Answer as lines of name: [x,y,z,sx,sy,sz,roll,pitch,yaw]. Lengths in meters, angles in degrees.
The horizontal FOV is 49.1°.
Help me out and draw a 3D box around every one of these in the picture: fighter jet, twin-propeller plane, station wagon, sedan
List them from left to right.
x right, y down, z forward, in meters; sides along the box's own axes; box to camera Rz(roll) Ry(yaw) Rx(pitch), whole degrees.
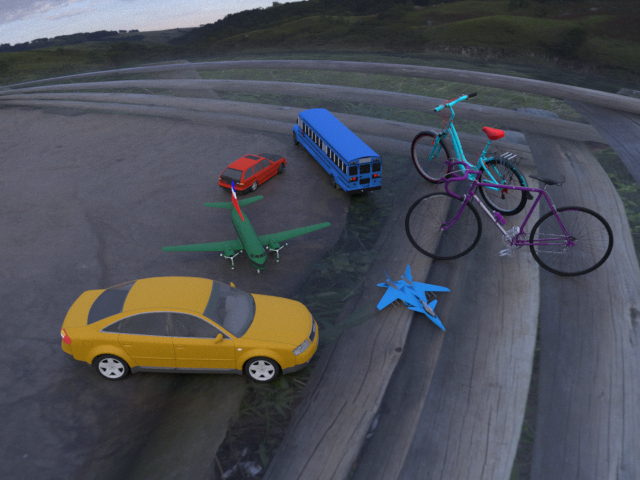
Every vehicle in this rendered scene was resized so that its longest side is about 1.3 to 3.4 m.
sedan: [-1.586,1.019,8.660,3.137,0.940,1.235,1,29,2]
twin-propeller plane: [-1.160,-0.201,10.967,2.663,0.792,2.129,-9,31,-16]
station wagon: [-1.257,-1.371,13.361,0.682,0.473,1.597,16,33,26]
fighter jet: [1.365,0.809,9.695,1.147,0.286,1.358,-12,32,-21]

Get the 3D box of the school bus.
school bus: [0.236,-1.849,13.829,0.709,0.844,3.322,-10,31,-17]

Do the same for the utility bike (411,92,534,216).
utility bike: [2.543,-1.507,12.214,1.039,1.839,2.791,-22,36,-33]

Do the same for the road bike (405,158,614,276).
road bike: [2.754,-0.302,10.269,3.004,1.656,0.696,7,30,13]
